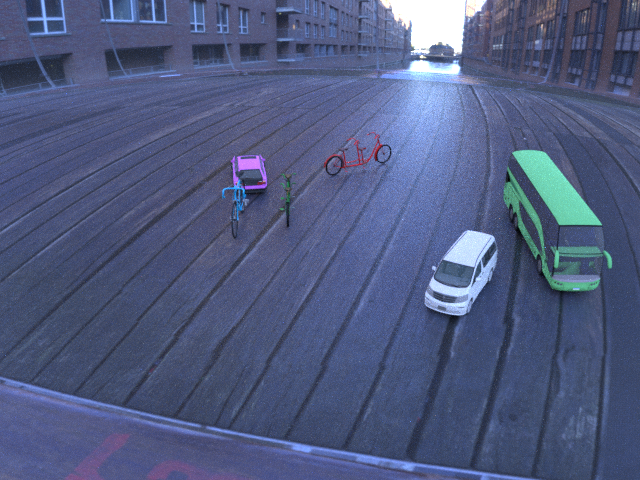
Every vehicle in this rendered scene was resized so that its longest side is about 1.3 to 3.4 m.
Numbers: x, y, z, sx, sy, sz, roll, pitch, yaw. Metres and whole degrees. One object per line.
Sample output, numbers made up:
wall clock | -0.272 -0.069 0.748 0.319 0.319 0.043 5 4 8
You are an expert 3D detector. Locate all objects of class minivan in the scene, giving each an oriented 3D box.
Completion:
minivan | 1.966 0.439 9.653 0.681 0.616 1.548 14 30 26

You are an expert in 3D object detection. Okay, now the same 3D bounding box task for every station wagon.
station wagon | -1.357 -1.366 13.358 0.682 0.473 1.597 -4 27 -7

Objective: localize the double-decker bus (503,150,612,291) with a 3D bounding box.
double-decker bus | 3.518 -0.359 10.740 0.756 1.052 3.251 0 27 1

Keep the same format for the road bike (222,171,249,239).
road bike | -1.346 -0.651 11.534 0.358 0.852 1.545 1 27 1

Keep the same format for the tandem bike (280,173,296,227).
tandem bike | -0.549 -0.818 12.050 0.283 0.682 1.642 -1 27 -2

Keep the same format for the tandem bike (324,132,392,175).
tandem bike | 0.766 -1.713 13.810 1.642 0.682 0.283 -16 31 -29
